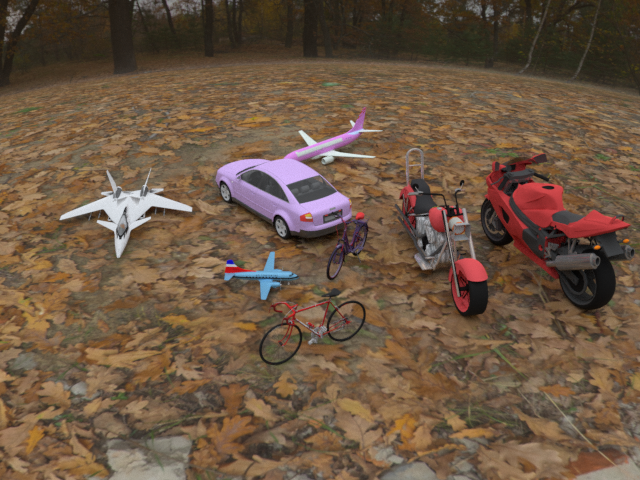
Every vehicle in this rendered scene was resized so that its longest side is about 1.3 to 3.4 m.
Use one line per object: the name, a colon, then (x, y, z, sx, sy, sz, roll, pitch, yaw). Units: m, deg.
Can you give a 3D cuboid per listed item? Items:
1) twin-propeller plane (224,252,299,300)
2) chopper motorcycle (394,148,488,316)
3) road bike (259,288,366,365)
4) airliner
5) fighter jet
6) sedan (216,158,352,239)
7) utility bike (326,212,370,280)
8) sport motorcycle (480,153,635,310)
twin-propeller plane: (-0.853, 0.475, 10.255, 1.095, 0.407, 1.370, 1, 28, 2)
chopper motorcycle: (1.788, -0.192, 10.370, 0.906, 1.480, 3.040, -6, 28, -11)
road bike: (-0.068, 1.043, 8.708, 1.545, 0.852, 0.358, -16, 32, -27)
airliner: (0.125, -2.140, 14.738, 2.541, 0.835, 2.257, -24, 36, -38)
fighter jet: (-3.320, -0.486, 11.910, 2.229, 0.557, 2.640, -4, 28, -8)
sedan: (-0.726, -0.927, 12.335, 1.235, 0.940, 3.137, -20, 34, -33)
utility bike: (0.491, -0.014, 10.603, 0.535, 0.946, 1.435, 14, 31, 24)
sport motorcycle: (3.297, -0.206, 10.271, 0.983, 1.596, 2.955, -11, 30, -20)
